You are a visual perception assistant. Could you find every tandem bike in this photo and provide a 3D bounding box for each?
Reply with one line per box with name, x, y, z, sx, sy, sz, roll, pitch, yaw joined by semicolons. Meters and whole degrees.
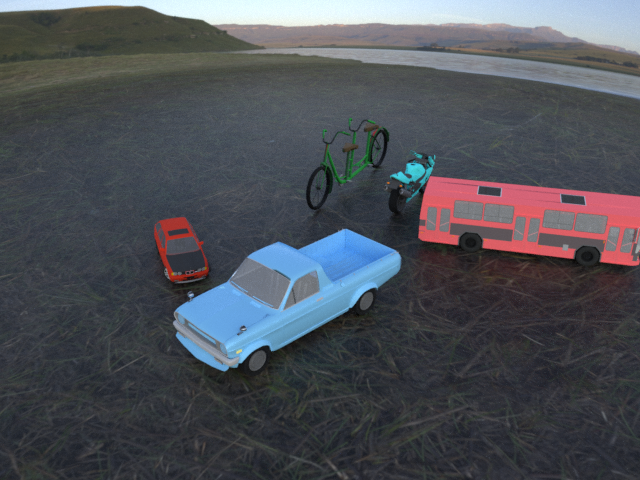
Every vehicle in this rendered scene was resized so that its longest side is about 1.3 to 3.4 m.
tandem bike;0.587;-1.612;12.942;0.550;1.326;3.192;15;31;27

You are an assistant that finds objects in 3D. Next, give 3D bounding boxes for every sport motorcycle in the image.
sport motorcycle;1.615;-1.040;12.383;0.506;0.821;1.520;17;32;29

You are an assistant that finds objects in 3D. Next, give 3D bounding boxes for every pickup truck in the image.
pickup truck;-0.334;0.598;9.013;3.117;0.993;1.244;-24;36;-38

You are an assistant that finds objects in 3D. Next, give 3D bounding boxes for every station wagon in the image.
station wagon;-2.108;0.102;10.545;0.682;0.473;1.597;-10;29;-18

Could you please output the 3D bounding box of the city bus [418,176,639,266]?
city bus;3.214;-0.281;10.827;3.255;0.894;0.926;7;28;13
